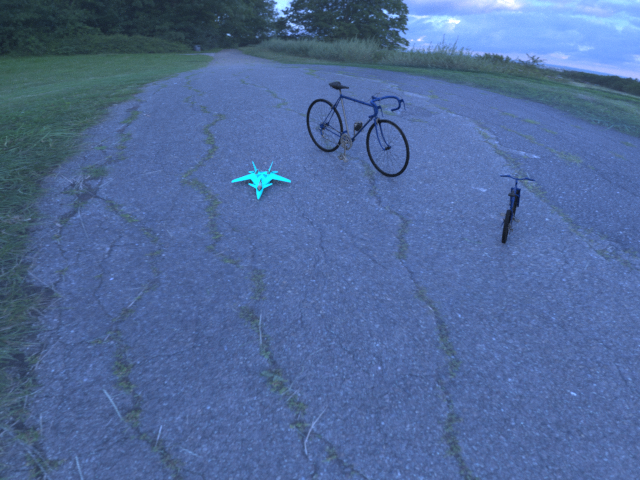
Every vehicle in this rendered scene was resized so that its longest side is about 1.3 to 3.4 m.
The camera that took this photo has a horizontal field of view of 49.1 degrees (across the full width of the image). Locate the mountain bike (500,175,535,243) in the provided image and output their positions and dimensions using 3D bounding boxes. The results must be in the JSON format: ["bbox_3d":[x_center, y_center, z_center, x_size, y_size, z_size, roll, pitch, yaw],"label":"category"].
[{"bbox_3d":[3.218,-0.555,11.737,0.573,0.868,1.469,10,30,19],"label":"mountain bike"}]

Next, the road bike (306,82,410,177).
[{"bbox_3d":[0.708,-2.341,14.259,0.697,1.656,3.004,-23,35,-36],"label":"road bike"}]

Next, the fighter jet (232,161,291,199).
[{"bbox_3d":[-1.141,-1.149,13.475,1.147,0.286,1.358,0,28,0],"label":"fighter jet"}]
